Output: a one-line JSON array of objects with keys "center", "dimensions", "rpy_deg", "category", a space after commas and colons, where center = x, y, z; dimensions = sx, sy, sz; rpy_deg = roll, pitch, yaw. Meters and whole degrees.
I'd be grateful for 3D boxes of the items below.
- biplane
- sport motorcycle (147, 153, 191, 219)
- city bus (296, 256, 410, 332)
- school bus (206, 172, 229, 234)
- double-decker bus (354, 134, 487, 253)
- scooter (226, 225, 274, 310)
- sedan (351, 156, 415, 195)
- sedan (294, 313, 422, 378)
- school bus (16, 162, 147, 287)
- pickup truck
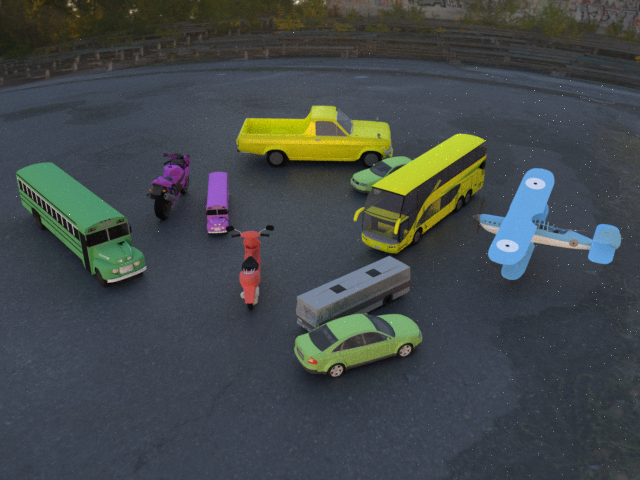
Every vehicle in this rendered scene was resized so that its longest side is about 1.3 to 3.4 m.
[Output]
[{"center": [3.270, -0.091, 10.288], "dimensions": [2.120, 0.981, 2.598], "rpy_deg": [13, 31, 23], "category": "biplane"}, {"center": [-2.561, -0.969, 12.090], "dimensions": [0.506, 0.821, 1.520], "rpy_deg": [4, 29, 8], "category": "sport motorcycle"}, {"center": [0.466, 0.740, 9.293], "dimensions": [1.674, 0.460, 0.476], "rpy_deg": [-21, 35, -34], "category": "city bus"}, {"center": [-1.729, -0.635, 11.877], "dimensions": [0.365, 0.434, 1.708], "rpy_deg": [-3, 28, -6], "category": "school bus"}, {"center": [1.768, -0.806, 11.543], "dimensions": [0.756, 1.052, 3.251], "rpy_deg": [19, 34, 31], "category": "double-decker bus"}, {"center": [-0.952, 0.286, 9.653], "dimensions": [0.662, 0.919, 1.399], "rpy_deg": [-1, 28, -2], "category": "scooter"}, {"center": [1.333, -1.239, 12.949], "dimensions": [1.613, 0.483, 0.635], "rpy_deg": [-13, 31, -23], "category": "sedan"}, {"center": [0.484, 1.180, 8.449], "dimensions": [1.613, 0.483, 0.635], "rpy_deg": [-12, 30, -21], "category": "sedan"}, {"center": [-3.748, -0.314, 10.847], "dimensions": [0.709, 0.844, 3.322], "rpy_deg": [-22, 35, -35], "category": "school bus"}, {"center": [-0.084, -2.120, 14.050], "dimensions": [3.117, 0.993, 1.244], "rpy_deg": [1, 28, 2], "category": "pickup truck"}]
